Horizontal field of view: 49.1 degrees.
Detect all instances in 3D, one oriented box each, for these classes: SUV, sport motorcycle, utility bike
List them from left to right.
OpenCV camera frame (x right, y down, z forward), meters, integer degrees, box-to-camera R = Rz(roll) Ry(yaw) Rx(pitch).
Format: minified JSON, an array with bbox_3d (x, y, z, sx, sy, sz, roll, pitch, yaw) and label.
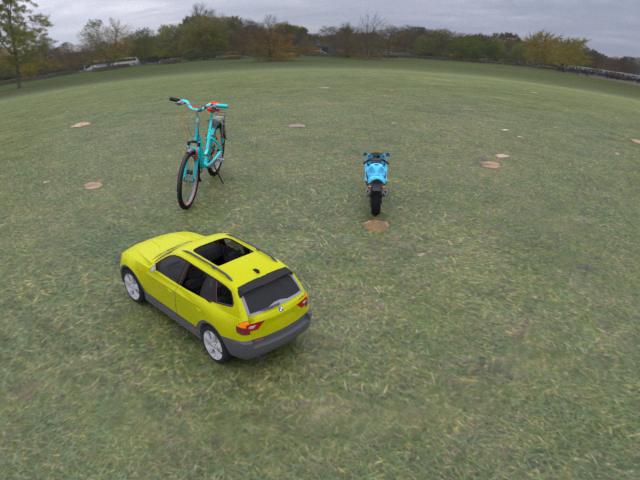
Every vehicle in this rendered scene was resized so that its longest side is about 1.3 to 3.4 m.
[{"bbox_3d":[-2.051,-1.774,12.809,1.039,1.839,2.791,4,27,8],"label":"utility bike"},{"bbox_3d":[-1.445,0.490,9.100,1.276,1.128,3.058,-23,35,-38],"label":"SUV"},{"bbox_3d":[0.999,-1.045,12.492,0.506,0.821,1.520,2,27,3],"label":"sport motorcycle"}]
